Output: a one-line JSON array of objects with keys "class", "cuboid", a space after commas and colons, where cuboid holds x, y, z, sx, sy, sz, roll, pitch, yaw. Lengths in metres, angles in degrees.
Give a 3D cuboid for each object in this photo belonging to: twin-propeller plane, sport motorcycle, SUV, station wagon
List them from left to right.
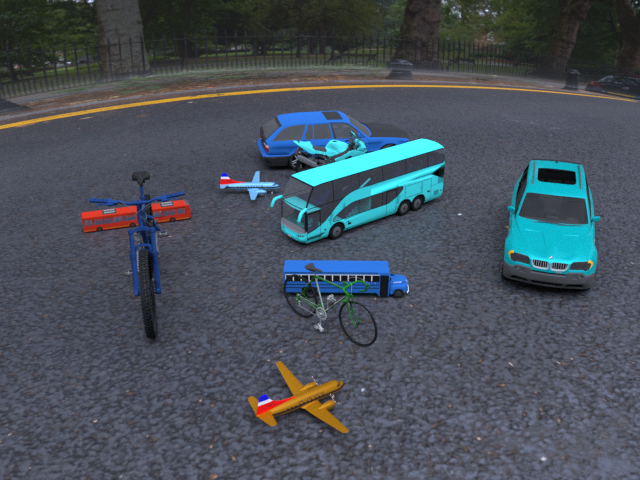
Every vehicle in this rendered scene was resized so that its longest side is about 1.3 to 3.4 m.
[{"class": "twin-propeller plane", "cuboid": [-1.264, -1.024, 12.661, 1.095, 0.407, 1.370, 0, 27, -1]}, {"class": "twin-propeller plane", "cuboid": [-0.187, 1.630, 7.339, 1.095, 0.407, 1.370, -16, 31, -29]}, {"class": "sport motorcycle", "cuboid": [0.246, -1.583, 13.318, 1.520, 0.821, 0.506, -4, 27, -9]}, {"class": "station wagon", "cuboid": [0.307, -2.105, 14.253, 3.105, 0.920, 1.327, -5, 27, -10]}, {"class": "SUV", "cuboid": [3.455, -0.332, 10.466, 1.276, 1.128, 3.058, 8, 28, 15]}]

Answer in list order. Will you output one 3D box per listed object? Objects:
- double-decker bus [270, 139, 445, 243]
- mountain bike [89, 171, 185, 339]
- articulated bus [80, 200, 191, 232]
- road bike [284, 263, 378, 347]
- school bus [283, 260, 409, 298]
[{"class": "double-decker bus", "cuboid": [0.735, -0.829, 11.549, 3.251, 1.052, 0.756, -19, 32, -33]}, {"class": "mountain bike", "cuboid": [-2.286, 0.000, 9.174, 1.114, 1.688, 2.857, -5, 27, -11]}, {"class": "articulated bus", "cuboid": [-3.027, -0.400, 11.543, 1.749, 0.289, 0.311, -9, 28, -17]}, {"class": "road bike", "cuboid": [0.101, 0.747, 8.612, 1.545, 0.852, 0.358, 22, 34, 37]}, {"class": "school bus", "cuboid": [0.355, 0.522, 9.532, 1.708, 0.434, 0.365, 0, 27, 1]}]
